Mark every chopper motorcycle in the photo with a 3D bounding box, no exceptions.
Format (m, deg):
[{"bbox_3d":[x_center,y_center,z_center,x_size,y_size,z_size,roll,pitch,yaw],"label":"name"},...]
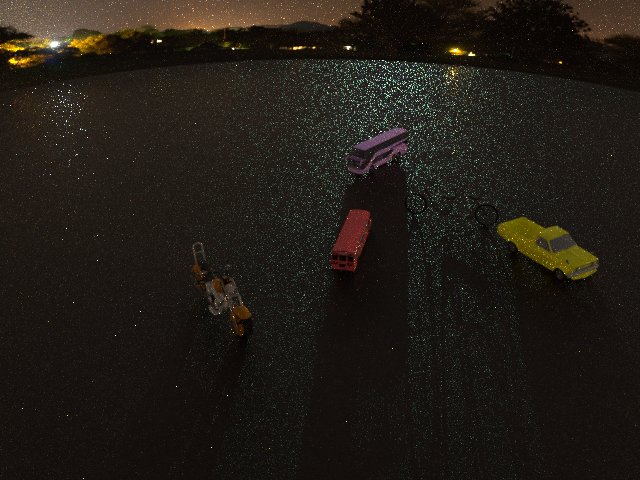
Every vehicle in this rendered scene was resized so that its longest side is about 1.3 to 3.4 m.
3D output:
[{"bbox_3d":[-1.318,0.649,9.292,0.466,0.761,1.563,-17,33,-29],"label":"chopper motorcycle"}]

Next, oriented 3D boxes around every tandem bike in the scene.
[{"bbox_3d":[2.224,-0.639,11.769,1.642,0.682,0.283,10,30,18],"label":"tandem bike"}]

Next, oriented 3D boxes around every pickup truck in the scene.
[{"bbox_3d":[3.440,0.065,10.642,0.640,0.511,1.603,-15,32,-26],"label":"pickup truck"}]

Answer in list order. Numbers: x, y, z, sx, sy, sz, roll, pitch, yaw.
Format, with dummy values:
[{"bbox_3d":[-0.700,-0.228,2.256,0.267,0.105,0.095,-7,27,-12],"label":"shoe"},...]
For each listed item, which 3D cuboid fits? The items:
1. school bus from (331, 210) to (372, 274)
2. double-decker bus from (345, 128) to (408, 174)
[{"bbox_3d":[0.517,-0.037,10.912,0.365,0.434,1.708,6,29,11],"label":"school bus"},{"bbox_3d":[1.168,-1.779,14.038,0.389,0.541,1.672,22,35,35],"label":"double-decker bus"}]
